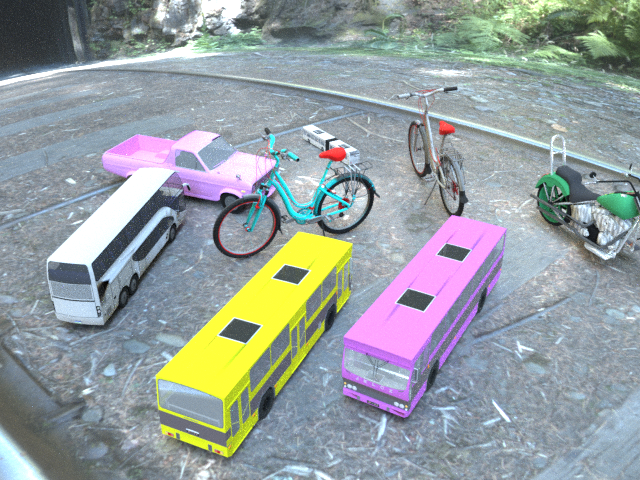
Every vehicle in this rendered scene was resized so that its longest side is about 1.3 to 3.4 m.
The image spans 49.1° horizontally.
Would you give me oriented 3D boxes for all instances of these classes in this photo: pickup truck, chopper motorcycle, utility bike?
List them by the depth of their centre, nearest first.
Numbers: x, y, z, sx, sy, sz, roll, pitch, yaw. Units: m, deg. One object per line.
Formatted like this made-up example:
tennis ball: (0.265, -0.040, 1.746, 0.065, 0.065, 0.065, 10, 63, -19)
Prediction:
chopper motorcycle: (4.258, -0.379, 10.116, 0.906, 1.480, 3.040, -13, 32, -22)
utility bike: (-0.242, -0.673, 10.268, 2.791, 1.839, 1.039, -14, 33, -24)
utility bike: (1.875, -1.573, 11.856, 1.039, 1.839, 2.791, -6, 30, -10)
pickup truck: (-2.269, -1.344, 12.311, 3.117, 0.993, 1.244, 12, 32, 20)

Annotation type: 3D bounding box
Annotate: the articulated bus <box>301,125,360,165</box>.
articulated bus: (0.196, -1.916, 14.033, 0.311, 0.289, 1.749, -17, 34, -28)

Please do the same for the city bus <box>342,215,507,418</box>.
city bus: (1.382, 0.810, 8.610, 0.926, 0.894, 3.255, 16, 33, 26)

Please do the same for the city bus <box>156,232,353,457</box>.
city bus: (-0.590, 1.068, 8.156, 0.926, 0.894, 3.255, 13, 32, 21)

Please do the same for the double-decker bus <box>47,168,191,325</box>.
double-decker bus: (-2.749, -0.059, 9.985, 0.756, 1.052, 3.251, 5, 30, 9)
